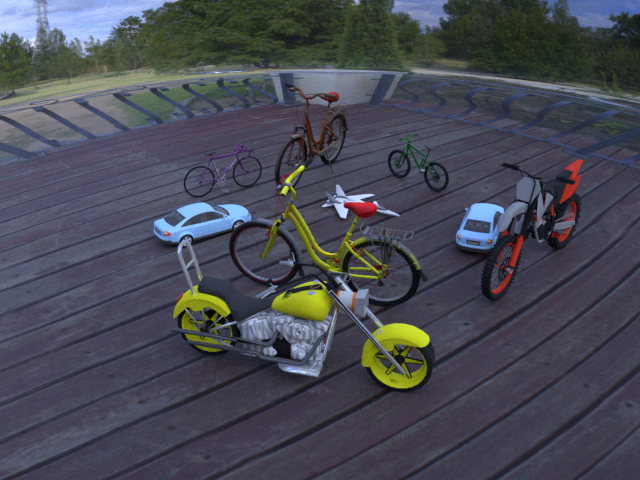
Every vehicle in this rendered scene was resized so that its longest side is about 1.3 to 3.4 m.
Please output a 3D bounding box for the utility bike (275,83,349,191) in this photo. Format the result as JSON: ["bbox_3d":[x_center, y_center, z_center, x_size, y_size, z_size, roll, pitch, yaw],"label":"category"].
[{"bbox_3d":[-0.011,-2.046,13.157,1.039,1.839,2.791,14,30,25],"label":"utility bike"}]

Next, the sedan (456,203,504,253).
[{"bbox_3d":[2.580,-0.279,11.157,0.635,0.483,1.613,10,28,19],"label":"sedan"}]

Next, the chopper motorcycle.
[{"bbox_3d":[-0.229,0.848,7.815,3.040,1.480,0.906,7,28,13],"label":"chopper motorcycle"}]

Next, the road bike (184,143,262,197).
[{"bbox_3d":[-1.754,-1.267,12.708,1.545,0.852,0.358,-15,30,-27],"label":"road bike"}]

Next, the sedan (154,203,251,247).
[{"bbox_3d":[-1.871,-0.329,11.255,1.613,0.483,0.635,-17,32,-31],"label":"sedan"}]

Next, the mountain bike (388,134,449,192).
[{"bbox_3d":[1.823,-1.446,13.044,0.573,0.868,1.469,-22,34,-37],"label":"mountain bike"}]

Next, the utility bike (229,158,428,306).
[{"bbox_3d":[0.027,0.010,9.078,2.791,1.839,1.039,9,28,16],"label":"utility bike"}]

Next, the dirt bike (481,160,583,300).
[{"bbox_3d":[3.093,-0.289,9.863,1.024,1.666,2.903,21,34,36],"label":"dirt bike"}]

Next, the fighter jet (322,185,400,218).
[{"bbox_3d":[0.760,-0.635,12.082,1.358,0.286,1.147,14,30,26],"label":"fighter jet"}]
